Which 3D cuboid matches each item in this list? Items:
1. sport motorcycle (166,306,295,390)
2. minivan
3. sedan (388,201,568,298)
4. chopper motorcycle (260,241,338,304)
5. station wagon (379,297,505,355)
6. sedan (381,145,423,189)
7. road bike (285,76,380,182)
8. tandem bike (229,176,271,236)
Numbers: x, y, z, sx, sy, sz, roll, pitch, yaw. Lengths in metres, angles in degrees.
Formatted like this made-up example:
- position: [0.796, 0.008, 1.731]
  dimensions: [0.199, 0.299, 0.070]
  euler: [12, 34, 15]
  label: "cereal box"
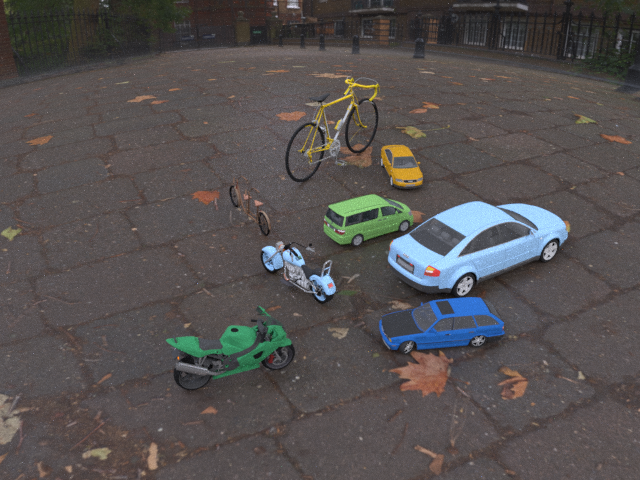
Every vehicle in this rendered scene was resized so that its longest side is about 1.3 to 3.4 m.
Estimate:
- position: [-1.028, 1.324, 8.320]
  dimensions: [1.520, 0.821, 0.506]
  euler: [-10, 31, -17]
  label: "sport motorcycle"
- position: [0.834, -0.394, 11.591]
  dimensions: [1.548, 0.616, 0.681]
  euler: [-16, 33, -27]
  label: "minivan"
- position: [2.479, -0.049, 10.645]
  dimensions: [3.137, 0.940, 1.235]
  euler: [-18, 34, -28]
  label: "sedan"
- position: [-0.346, 0.355, 10.108]
  dimensions: [0.466, 0.761, 1.563]
  euler: [-23, 37, -35]
  label: "chopper motorcycle"
- position: [1.574, 1.072, 9.124]
  dimensions: [1.597, 0.473, 0.682]
  euler: [-4, 30, -8]
  label: "station wagon"
- position: [1.592, -1.490, 13.679]
  dimensions: [0.635, 0.483, 1.613]
  euler: [-3, 29, -6]
  label: "sedan"
- position: [0.302, -2.227, 13.794]
  dimensions: [0.696, 1.656, 3.004]
  euler: [21, 36, 33]
  label: "road bike"
- position: [-1.219, -0.633, 11.950]
  dimensions: [0.283, 0.682, 1.642]
  euler: [-16, 33, -26]
  label: "tandem bike"
